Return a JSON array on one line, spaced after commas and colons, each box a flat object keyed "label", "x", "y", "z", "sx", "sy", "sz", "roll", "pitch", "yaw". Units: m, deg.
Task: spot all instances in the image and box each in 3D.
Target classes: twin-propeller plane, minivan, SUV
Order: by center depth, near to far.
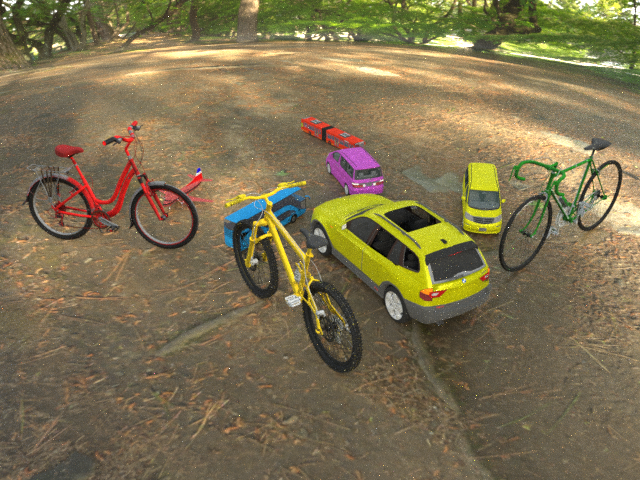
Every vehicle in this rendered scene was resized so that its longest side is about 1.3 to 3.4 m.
[{"label": "SUV", "x": 1.013, "y": 0.016, "z": 9.603, "sx": 1.276, "sy": 1.128, "sz": 3.058, "roll": -16, "pitch": 34, "yaw": -25}, {"label": "minivan", "x": 2.613, "y": -0.684, "z": 11.309, "sx": 0.681, "sy": 0.616, "sz": 1.548, "roll": 5, "pitch": 31, "yaw": 8}, {"label": "twin-propeller plane", "x": -2.307, "y": -0.861, "z": 11.819, "sx": 1.370, "sy": 0.407, "sz": 1.095, "roll": 15, "pitch": 33, "yaw": 24}, {"label": "minivan", "x": 0.589, "y": -1.288, "z": 12.344, "sx": 0.681, "sy": 0.616, "sz": 1.548, "roll": -9, "pitch": 32, "yaw": -16}]

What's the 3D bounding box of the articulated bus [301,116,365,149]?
[{"label": "articulated bus", "x": 0.234, "y": -2.101, "z": 14.061, "sx": 0.311, "sy": 0.289, "sz": 1.749, "roll": -21, "pitch": 37, "yaw": -32}]

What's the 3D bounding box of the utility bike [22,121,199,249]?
[{"label": "utility bike", "x": -3.127, "y": -0.810, "z": 10.313, "sx": 2.791, "sy": 1.839, "sz": 1.039, "roll": 5, "pitch": 31, "yaw": 9}]

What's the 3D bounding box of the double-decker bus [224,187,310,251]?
[{"label": "double-decker bus", "x": -0.810, "y": -0.384, "z": 10.870, "sx": 0.389, "sy": 0.541, "sz": 1.672, "roll": 21, "pitch": 36, "yaw": 31}]

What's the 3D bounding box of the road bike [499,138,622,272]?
[{"label": "road bike", "x": 3.584, "y": -0.594, "z": 10.124, "sx": 3.004, "sy": 1.656, "sz": 0.697, "roll": -22, "pitch": 37, "yaw": -33}]

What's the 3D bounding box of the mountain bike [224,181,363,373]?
[{"label": "mountain bike", "x": -0.364, "y": 0.359, "z": 8.461, "sx": 1.114, "sy": 1.688, "sz": 2.857, "roll": -19, "pitch": 35, "yaw": -29}]
